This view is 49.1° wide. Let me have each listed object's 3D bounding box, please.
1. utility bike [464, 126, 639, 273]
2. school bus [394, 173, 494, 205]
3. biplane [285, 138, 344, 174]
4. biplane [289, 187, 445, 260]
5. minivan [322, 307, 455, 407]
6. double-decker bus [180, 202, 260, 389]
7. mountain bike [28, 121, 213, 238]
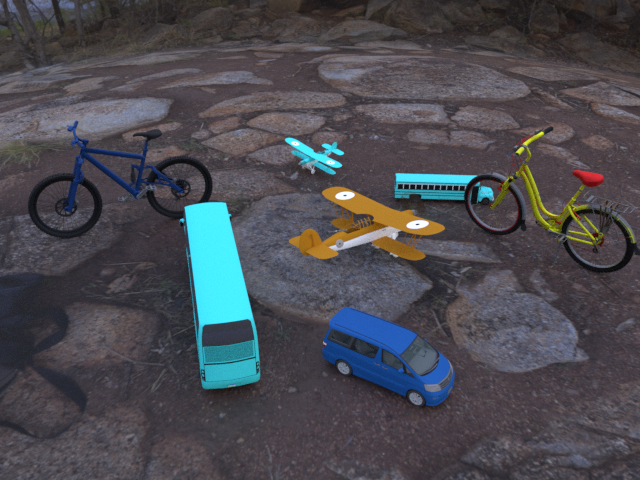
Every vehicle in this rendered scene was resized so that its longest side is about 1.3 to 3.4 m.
[{"bbox_3d":[3.280,-0.556,10.111,2.791,1.839,1.039,24,37,35],"label":"utility bike"},{"bbox_3d":[2.143,-0.891,12.104,1.708,0.434,0.365,2,30,3],"label":"school bus"},{"bbox_3d":[-0.023,-1.566,13.208,1.336,0.504,1.090,24,37,35],"label":"biplane"},{"bbox_3d":[0.584,-0.130,10.230,2.120,0.981,2.598,-18,35,-29],"label":"biplane"},{"bbox_3d":[0.794,1.323,8.069,1.548,0.616,0.681,18,34,28],"label":"minivan"},{"bbox_3d":[-1.335,0.535,9.002,0.756,1.052,3.251,-6,30,-11],"label":"double-decker bus"},{"bbox_3d":[-3.105,-0.951,10.949,2.857,1.688,1.114,-11,32,-19],"label":"mountain bike"}]
